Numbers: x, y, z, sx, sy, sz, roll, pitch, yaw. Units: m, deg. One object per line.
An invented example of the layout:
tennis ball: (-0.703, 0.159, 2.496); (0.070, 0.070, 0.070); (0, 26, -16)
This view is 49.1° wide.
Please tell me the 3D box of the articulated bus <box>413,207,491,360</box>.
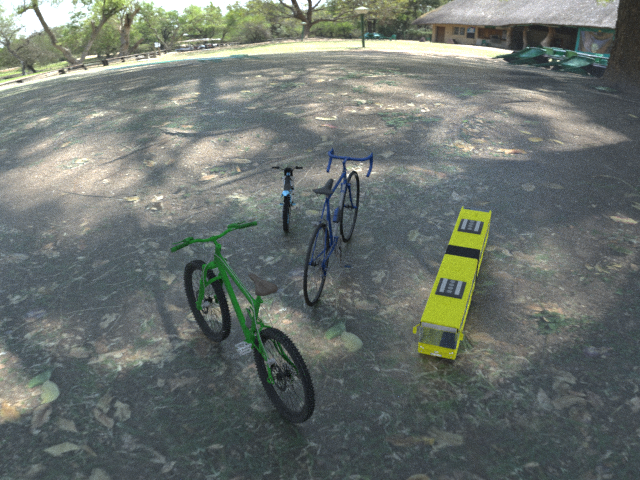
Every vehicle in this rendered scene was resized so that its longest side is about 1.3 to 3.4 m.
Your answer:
articulated bus: (1.972, 0.477, 9.965); (0.605, 0.561, 3.401); (9, 31, 16)

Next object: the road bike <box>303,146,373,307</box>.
road bike: (0.219, -0.310, 10.248); (0.696, 1.656, 3.004); (8, 30, 14)

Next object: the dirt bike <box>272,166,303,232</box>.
dirt bike: (-0.555, -0.790, 11.917); (0.527, 0.857, 1.493); (1, 29, 1)

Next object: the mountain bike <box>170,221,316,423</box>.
mountain bike: (-0.917, 0.864, 8.128); (1.114, 1.688, 2.857); (-20, 35, -31)
